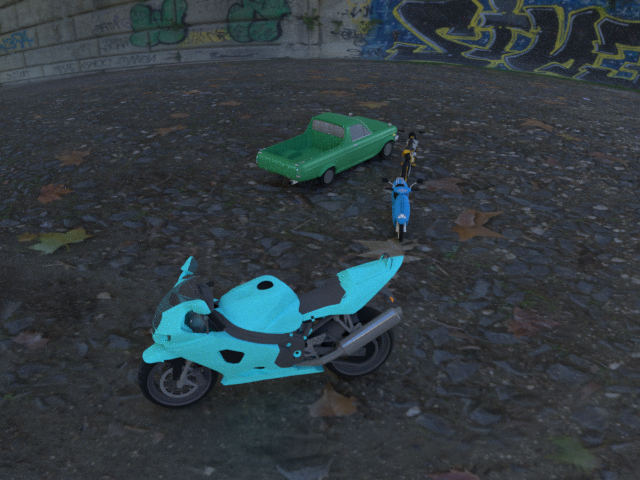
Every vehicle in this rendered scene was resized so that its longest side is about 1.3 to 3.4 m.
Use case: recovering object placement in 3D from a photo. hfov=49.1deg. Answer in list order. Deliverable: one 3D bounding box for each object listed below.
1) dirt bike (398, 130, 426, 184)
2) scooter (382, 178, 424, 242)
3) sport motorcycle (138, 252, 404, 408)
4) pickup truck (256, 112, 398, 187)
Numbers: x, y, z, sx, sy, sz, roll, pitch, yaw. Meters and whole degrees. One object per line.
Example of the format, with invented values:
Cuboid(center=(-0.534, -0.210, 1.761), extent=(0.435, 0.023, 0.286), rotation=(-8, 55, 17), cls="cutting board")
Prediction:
Cuboid(center=(1.692, -1.616, 13.271), extent=(0.527, 0.857, 1.493), rotation=(7, 29, 13), cls="dirt bike")
Cuboid(center=(1.314, -0.645, 11.392), extent=(0.662, 0.919, 1.399), rotation=(2, 28, 3), cls="scooter")
Cuboid(center=(-0.513, 0.987, 7.626), extent=(2.955, 1.596, 0.983), rotation=(-8, 29, -14), cls="sport motorcycle")
Cuboid(center=(0.216, -1.879, 13.619), extent=(1.244, 0.993, 3.117), rotation=(22, 35, 35), cls="pickup truck")
